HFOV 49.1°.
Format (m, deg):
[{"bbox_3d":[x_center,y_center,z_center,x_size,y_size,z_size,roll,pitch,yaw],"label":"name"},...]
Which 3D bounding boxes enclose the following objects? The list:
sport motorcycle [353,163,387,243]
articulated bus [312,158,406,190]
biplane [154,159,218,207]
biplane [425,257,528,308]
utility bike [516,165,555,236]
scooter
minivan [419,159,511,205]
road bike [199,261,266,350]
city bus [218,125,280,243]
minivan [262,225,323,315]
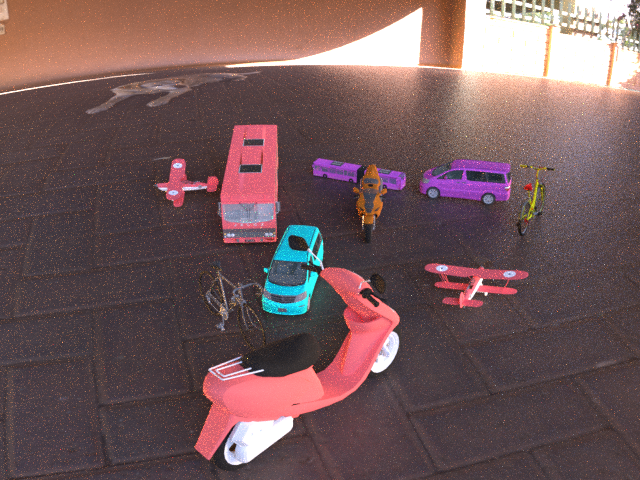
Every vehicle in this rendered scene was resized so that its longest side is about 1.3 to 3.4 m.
[{"bbox_3d":[0.786,-0.594,11.005,0.506,0.821,1.520,3,27,5],"label":"sport motorcycle"},{"bbox_3d":[0.692,-1.202,12.759,1.749,0.289,0.311,12,30,22],"label":"articulated bus"},{"bbox_3d":[-2.288,-0.925,11.989,1.090,0.504,1.336,-2,27,-4],"label":"biplane"},{"bbox_3d":[1.942,0.598,9.044,1.336,0.504,1.090,13,30,23],"label":"biplane"},{"bbox_3d":[3.312,-0.678,11.031,0.535,0.946,1.435,16,31,27],"label":"utility bike"},{"bbox_3d":[-0.076,1.035,6.804,2.721,1.786,1.288,-24,36,-38],"label":"scooter"},{"bbox_3d":[2.511,-1.046,12.103,1.548,0.616,0.681,7,28,14],"label":"minivan"},{"bbox_3d":[-1.086,0.730,8.411,0.358,0.852,1.545,-19,33,-32],"label":"road bike"},{"bbox_3d":[-1.116,-0.997,11.703,0.926,0.894,3.255,-1,27,-2],"label":"city bus"},{"bbox_3d":[-0.344,0.382,9.341,0.681,0.616,1.548,4,28,8],"label":"minivan"}]
